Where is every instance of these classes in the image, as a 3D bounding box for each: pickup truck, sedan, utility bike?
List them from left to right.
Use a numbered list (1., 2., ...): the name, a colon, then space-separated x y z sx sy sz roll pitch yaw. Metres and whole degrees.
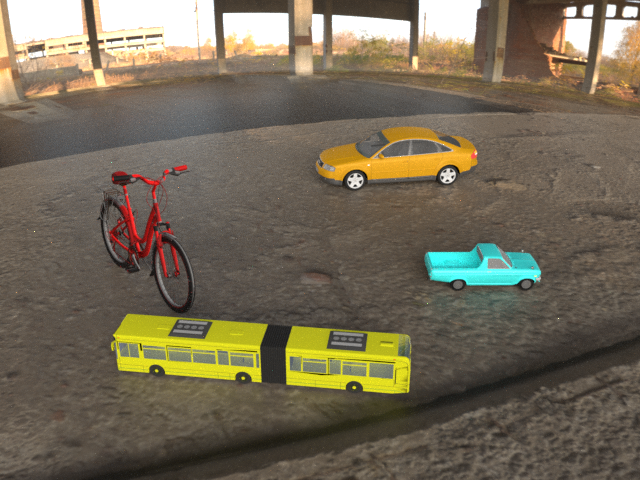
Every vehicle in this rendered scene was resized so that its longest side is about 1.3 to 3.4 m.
1. utility bike: -2.401 -0.223 9.650 1.039 1.839 2.791 -20 33 -35
2. sedan: 1.480 -1.651 13.566 3.137 0.940 1.235 -4 27 -8
3. pickup truck: 2.311 0.355 9.980 1.603 0.511 0.640 0 26 0

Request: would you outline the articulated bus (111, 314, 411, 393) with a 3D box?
1. articulated bus: -0.677 1.292 8.020 3.401 0.561 0.605 3 26 7
